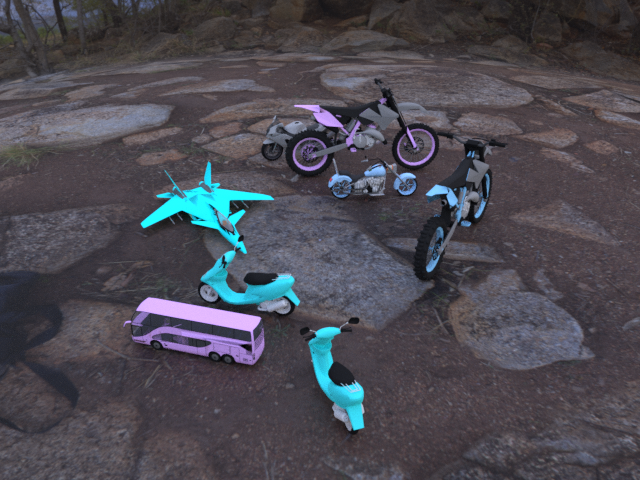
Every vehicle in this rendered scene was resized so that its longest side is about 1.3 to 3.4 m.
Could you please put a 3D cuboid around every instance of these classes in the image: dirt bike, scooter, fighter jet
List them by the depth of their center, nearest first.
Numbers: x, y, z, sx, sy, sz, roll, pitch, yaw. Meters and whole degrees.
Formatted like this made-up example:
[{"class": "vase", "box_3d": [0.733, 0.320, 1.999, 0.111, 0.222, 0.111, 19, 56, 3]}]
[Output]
[{"class": "scooter", "box_3d": [0.154, 1.335, 7.357, 0.662, 0.919, 1.399, -9, 30, -17]}, {"class": "scooter", "box_3d": [-0.936, 0.497, 8.919, 1.399, 0.919, 0.662, 8, 29, 15]}, {"class": "dirt bike", "box_3d": [2.023, -0.626, 10.221, 1.024, 1.666, 2.903, 16, 32, 26]}, {"class": "fighter jet", "box_3d": [-1.699, -0.506, 11.170, 2.229, 0.557, 2.640, -14, 31, -24]}, {"class": "dirt bike", "box_3d": [0.799, -1.997, 12.776, 2.903, 1.666, 1.024, -4, 29, -8]}]

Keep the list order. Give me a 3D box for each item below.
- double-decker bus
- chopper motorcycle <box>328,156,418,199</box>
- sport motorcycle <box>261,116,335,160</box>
[{"class": "double-decker bus", "box_3d": [-1.481, 1.065, 8.260, 1.672, 0.541, 0.389, 8, 29, 15]}, {"class": "chopper motorcycle", "box_3d": [0.919, -1.079, 12.023, 1.563, 0.761, 0.466, -5, 29, -8]}, {"class": "sport motorcycle", "box_3d": [-0.414, -2.001, 13.677, 1.520, 0.821, 0.506, -9, 29, -15]}]
